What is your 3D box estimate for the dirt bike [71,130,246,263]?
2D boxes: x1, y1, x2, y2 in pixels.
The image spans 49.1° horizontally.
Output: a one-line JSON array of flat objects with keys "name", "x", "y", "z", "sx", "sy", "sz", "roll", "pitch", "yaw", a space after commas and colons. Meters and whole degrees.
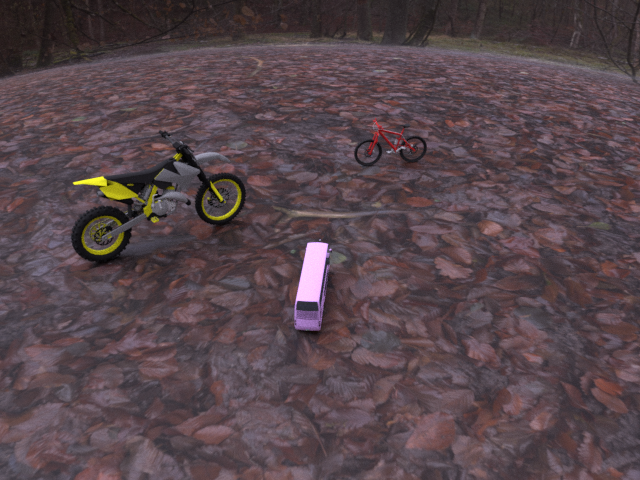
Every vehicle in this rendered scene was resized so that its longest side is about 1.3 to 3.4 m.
[{"name": "dirt bike", "x": -2.449, "y": -0.705, "z": 10.788, "sx": 2.903, "sy": 1.666, "sz": 1.024, "roll": -19, "pitch": 35, "yaw": -29}]

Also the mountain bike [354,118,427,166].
[{"name": "mountain bike", "x": 1.381, "y": -1.878, "z": 13.600, "sx": 1.469, "sy": 0.868, "sz": 0.573, "roll": -6, "pitch": 31, "yaw": -10}]

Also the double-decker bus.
[{"name": "double-decker bus", "x": -0.089, "y": 0.589, "z": 9.680, "sx": 0.389, "sy": 0.541, "sz": 1.672, "roll": 3, "pitch": 30, "yaw": 4}]
